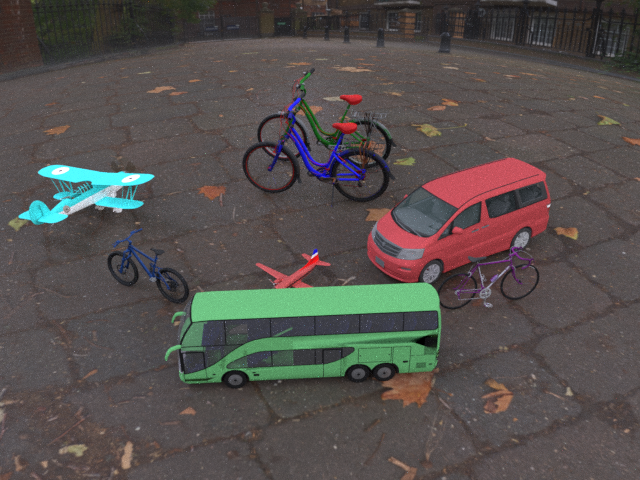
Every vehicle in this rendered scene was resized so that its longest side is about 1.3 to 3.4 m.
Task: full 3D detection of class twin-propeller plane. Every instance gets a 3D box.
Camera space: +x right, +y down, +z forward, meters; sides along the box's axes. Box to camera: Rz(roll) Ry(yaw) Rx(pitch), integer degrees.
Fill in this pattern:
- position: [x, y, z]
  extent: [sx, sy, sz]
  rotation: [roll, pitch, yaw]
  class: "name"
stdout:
- position: [-0.347, 0.498, 10.193]
  extent: [1.370, 0.407, 1.095]
  rotation: [21, 36, 31]
  class: "twin-propeller plane"

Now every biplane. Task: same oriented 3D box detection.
- position: [-3.985, -0.731, 11.724]
  extent: [2.598, 0.981, 2.120]
  rotation: [17, 34, 26]
  class: "biplane"

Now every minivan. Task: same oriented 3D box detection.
- position: [2.165, -0.343, 10.848]
  extent: [3.011, 1.197, 1.324]
  rotation: [-17, 34, -27]
  class: "minivan"

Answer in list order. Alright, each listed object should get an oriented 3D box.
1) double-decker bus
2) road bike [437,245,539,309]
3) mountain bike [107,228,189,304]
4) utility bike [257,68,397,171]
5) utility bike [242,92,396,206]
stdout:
- position: [-0.188, 1.139, 8.461]
  extent: [3.251, 1.052, 0.756]
  rotation: [-2, 30, -4]
  class: "double-decker bus"
- position: [2.351, 0.540, 9.682]
  extent: [1.545, 0.852, 0.358]
  rotation: [-7, 31, -12]
  class: "road bike"
- position: [-2.466, 0.393, 9.916]
  extent: [1.469, 0.868, 0.573]
  rotation: [15, 34, 25]
  class: "mountain bike"
- position: [0.094, -2.231, 13.436]
  extent: [2.791, 1.839, 1.039]
  rotation: [6, 31, 10]
  class: "utility bike"
- position: [-0.067, -1.497, 12.183]
  extent: [2.791, 1.839, 1.039]
  rotation: [6, 31, 10]
  class: "utility bike"
